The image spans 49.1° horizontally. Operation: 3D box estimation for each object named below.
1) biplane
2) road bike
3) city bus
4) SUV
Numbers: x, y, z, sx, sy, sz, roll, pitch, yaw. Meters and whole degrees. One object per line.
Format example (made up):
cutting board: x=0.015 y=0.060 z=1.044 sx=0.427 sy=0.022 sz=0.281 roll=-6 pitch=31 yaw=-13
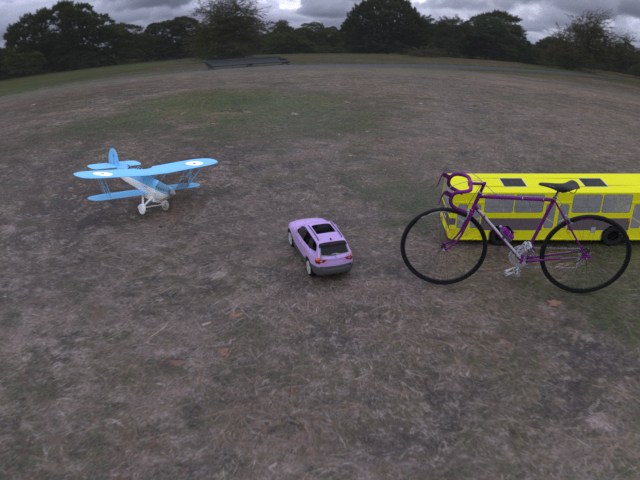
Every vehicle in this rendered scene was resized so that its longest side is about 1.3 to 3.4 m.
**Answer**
biplane: x=-3.033 y=-1.055 z=11.944 sx=2.598 sy=0.981 sz=2.120 roll=-23 pitch=35 yaw=-39
road bike: x=2.584 y=-0.078 z=9.236 sx=3.004 sy=1.656 sz=0.697 roll=3 pitch=27 yaw=6
city bus: x=3.575 y=-0.481 z=10.893 sx=3.255 sy=0.894 sz=0.926 roll=0 pitch=27 yaw=0
SUV: x=-0.009 y=0.002 z=10.279 sx=0.656 sy=0.580 sz=1.572 roll=-8 pitch=28 yaw=-16
